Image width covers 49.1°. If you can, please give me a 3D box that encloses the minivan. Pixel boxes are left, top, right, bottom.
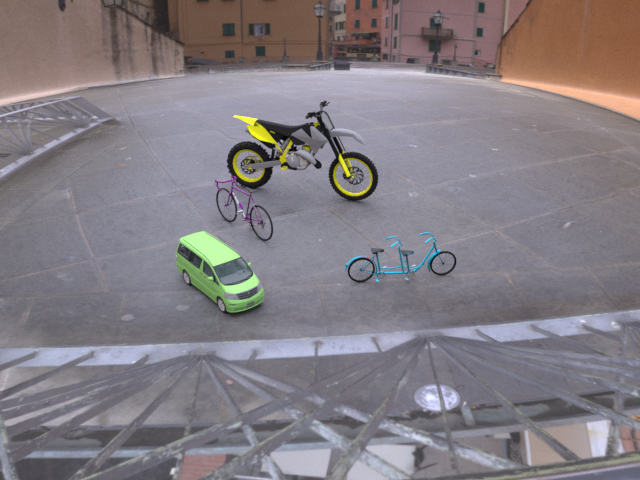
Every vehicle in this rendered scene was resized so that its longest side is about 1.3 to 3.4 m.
[{"bbox_3d":[-1.399,0.429,9.688,0.681,0.616,1.548,-20,33,-34],"label":"minivan"}]

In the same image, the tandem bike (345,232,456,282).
[{"bbox_3d":[1.164,0.257,9.958,1.642,0.682,0.283,-4,27,-8],"label":"tandem bike"}]

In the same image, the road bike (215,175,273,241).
[{"bbox_3d":[-1.249,-0.540,11.362,0.358,0.852,1.545,-22,34,-37],"label":"road bike"}]

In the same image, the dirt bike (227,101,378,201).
[{"bbox_3d":[-0.351,-1.598,12.567,2.903,1.666,1.024,8,28,16],"label":"dirt bike"}]
